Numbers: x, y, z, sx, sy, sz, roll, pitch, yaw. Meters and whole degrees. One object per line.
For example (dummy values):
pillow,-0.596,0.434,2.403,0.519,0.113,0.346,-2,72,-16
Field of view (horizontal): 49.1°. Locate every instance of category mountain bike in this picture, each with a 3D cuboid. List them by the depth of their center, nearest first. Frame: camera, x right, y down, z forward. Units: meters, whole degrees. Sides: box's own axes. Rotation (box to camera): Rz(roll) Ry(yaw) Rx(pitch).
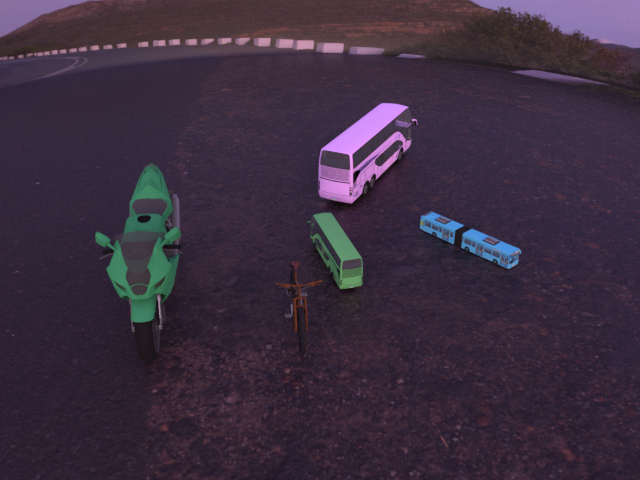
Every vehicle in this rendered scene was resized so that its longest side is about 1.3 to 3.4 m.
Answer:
mountain bike,-0.289,0.763,8.928,0.573,0.868,1.469,-4,29,-6

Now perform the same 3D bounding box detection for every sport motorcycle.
sport motorcycle,-2.227,0.215,9.164,0.983,1.596,2.955,-4,29,-7

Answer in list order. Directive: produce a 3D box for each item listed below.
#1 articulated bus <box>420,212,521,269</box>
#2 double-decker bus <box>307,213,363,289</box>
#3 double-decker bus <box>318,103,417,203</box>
articulated bus,2.311,-0.016,10.931,0.311,0.289,1.749,-24,37,-36
double-decker bus,0.214,0.114,10.436,0.389,0.541,1.672,-8,30,-14
double-decker bus,0.949,-1.730,13.239,0.756,1.052,3.251,13,32,22
